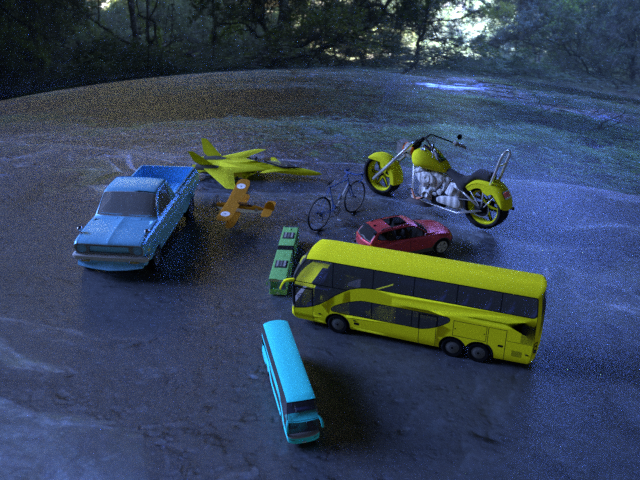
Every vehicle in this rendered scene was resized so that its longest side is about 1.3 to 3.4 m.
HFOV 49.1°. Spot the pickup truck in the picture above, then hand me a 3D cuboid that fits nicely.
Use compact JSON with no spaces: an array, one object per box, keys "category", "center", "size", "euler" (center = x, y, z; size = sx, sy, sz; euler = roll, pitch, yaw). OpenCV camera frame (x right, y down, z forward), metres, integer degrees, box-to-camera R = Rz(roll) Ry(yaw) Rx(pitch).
[{"category":"pickup truck","center":[-2.885,-0.535,11.367],"size":[1.244,0.993,3.117],"euler":[3,27,5]}]

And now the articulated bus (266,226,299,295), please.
[{"category":"articulated bus","center":[-0.529,0.277,10.545],"size":[0.311,0.289,1.749],"euler":[2,27,4]}]

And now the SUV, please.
[{"category":"SUV","center":[1.314,-0.074,10.913],"size":[1.572,0.580,0.656],"euler":[-11,29,-21]}]

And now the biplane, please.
[{"category":"biplane","center":[-1.304,-0.546,11.928],"size":[1.090,0.504,1.336],"euler":[6,27,11]}]

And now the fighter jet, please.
[{"category":"fighter jet","center":[-1.243,-1.545,13.836],"size":[2.640,0.557,2.229],"euler":[5,27,10]}]

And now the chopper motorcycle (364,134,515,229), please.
[{"category":"chopper motorcycle","center":[1.972,-1.182,12.103],"size":[0.906,1.480,3.040],"euler":[-24,36,-39]}]

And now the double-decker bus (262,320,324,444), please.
[{"category":"double-decker bus","center":[-0.346,1.549,7.761],"size":[0.389,0.541,1.672],"euler":[-6,28,-12]}]

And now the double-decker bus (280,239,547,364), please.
[{"category":"double-decker bus","center":[1.129,0.730,8.811],"size":[3.251,1.052,0.756],"euler":[9,28,18]}]

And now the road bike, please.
[{"category":"road bike","center":[0.298,-0.709,11.864],"size":[0.358,0.852,1.545],"euler":[21,34,35]}]
